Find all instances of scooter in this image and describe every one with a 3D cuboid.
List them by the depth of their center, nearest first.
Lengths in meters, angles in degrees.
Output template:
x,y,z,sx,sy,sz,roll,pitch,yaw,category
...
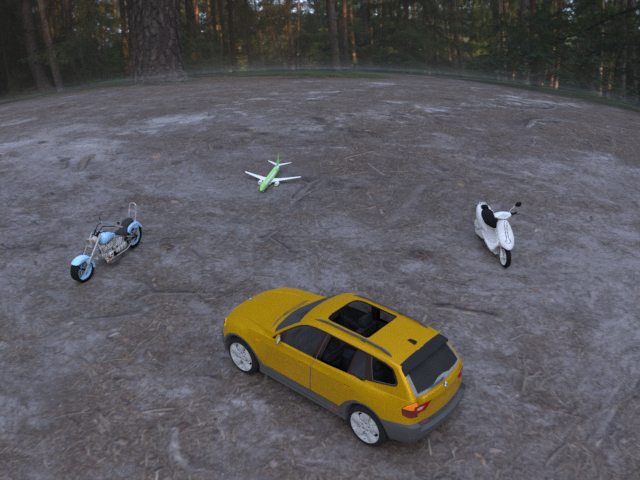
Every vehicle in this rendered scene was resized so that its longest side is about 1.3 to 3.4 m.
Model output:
x,y,z,sx,sy,sz,roll,pitch,yaw,category
2.783,-0.233,11.169,0.662,0.919,1.399,-4,27,-8,scooter

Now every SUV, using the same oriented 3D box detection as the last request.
x,y,z,sx,sy,sz,roll,pitch,yaw,category
0.187,1.214,8.120,3.058,1.128,1.276,21,34,36,SUV

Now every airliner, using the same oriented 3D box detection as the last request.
x,y,z,sx,sy,sz,roll,pitch,yaw,category
-0.980,-1.337,13.857,1.161,0.429,1.307,6,28,12,airliner

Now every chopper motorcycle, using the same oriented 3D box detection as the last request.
x,y,z,sx,sy,sz,roll,pitch,yaw,category
-3.301,0.022,10.846,0.466,0.761,1.563,12,29,22,chopper motorcycle
